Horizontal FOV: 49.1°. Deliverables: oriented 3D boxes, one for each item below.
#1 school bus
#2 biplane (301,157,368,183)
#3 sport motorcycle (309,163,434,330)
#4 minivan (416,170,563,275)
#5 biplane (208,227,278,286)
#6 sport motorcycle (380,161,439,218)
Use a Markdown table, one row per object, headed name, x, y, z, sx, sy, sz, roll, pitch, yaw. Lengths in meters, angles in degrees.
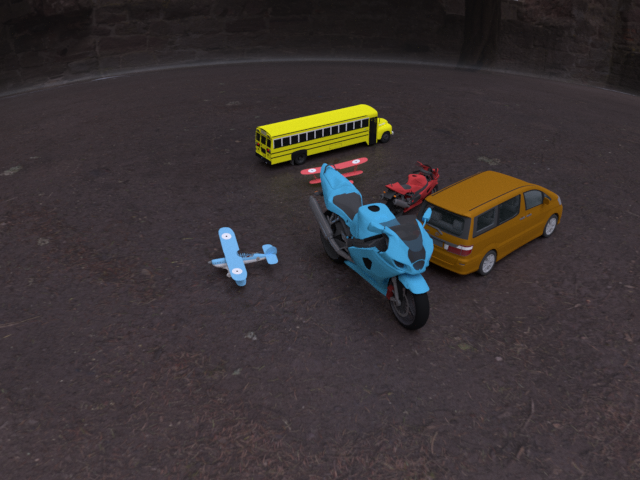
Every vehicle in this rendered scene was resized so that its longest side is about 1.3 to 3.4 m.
| name | x | y | z | sx | sy | sz | roll | pitch | yaw |
| --- | --- | --- | --- | --- | --- | --- | --- | --- | --- |
| school bus | 0.182 | -2.342 | 15.365 | 3.322 | 0.844 | 0.709 | -18 | 34 | -29 |
| biplane | 0.304 | -1.258 | 13.749 | 1.336 | 0.504 | 1.090 | -4 | 29 | -8 |
| sport motorcycle | 0.735 | 0.039 | 10.263 | 0.983 | 1.596 | 2.955 | -14 | 32 | -23 |
| minivan | 2.861 | -0.450 | 11.565 | 3.011 | 1.197 | 1.324 | -24 | 37 | -37 |
| biplane | -1.200 | 0.303 | 10.916 | 1.090 | 0.504 | 1.336 | -8 | 30 | -14 |
| sport motorcycle | 1.679 | -0.877 | 12.729 | 1.520 | 0.821 | 0.506 | -26 | 38 | -38 |
